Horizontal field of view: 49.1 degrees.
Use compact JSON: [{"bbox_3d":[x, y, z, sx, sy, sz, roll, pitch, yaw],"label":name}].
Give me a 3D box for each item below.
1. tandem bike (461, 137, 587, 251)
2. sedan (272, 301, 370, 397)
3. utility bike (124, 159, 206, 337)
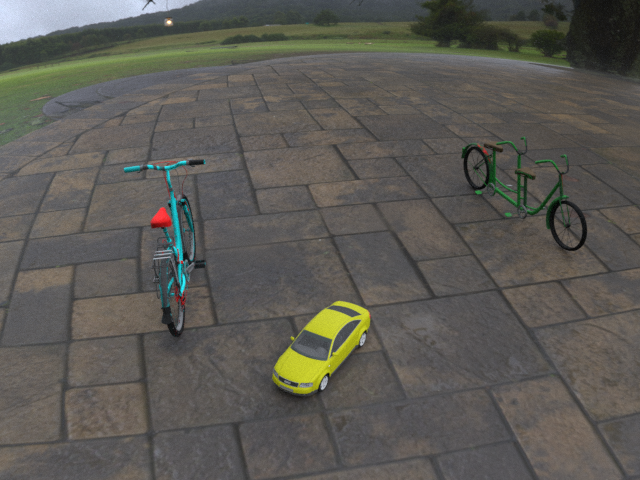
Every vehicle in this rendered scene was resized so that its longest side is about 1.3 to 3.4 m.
[{"bbox_3d":[3.212,-0.990,11.266,0.550,1.326,3.192,-12,32,-20],"label":"tandem bike"},{"bbox_3d":[0.038,1.207,8.239,0.635,0.483,1.613,16,33,26],"label":"sedan"},{"bbox_3d":[-1.965,-0.048,9.080,1.039,1.839,2.791,-2,30,-3],"label":"utility bike"}]
